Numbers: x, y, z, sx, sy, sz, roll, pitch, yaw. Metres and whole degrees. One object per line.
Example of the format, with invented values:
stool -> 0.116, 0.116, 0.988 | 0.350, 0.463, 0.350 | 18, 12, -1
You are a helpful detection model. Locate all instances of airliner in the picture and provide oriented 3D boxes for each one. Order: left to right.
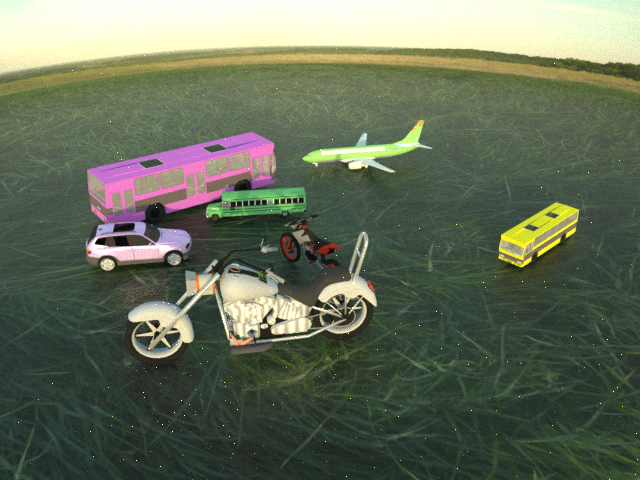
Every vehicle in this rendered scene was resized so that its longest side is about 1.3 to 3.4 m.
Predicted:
airliner -> 0.896, -1.937, 14.072 | 2.541, 0.835, 2.257 | -5, 28, -9

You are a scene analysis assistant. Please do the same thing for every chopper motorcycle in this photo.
chopper motorcycle -> -0.805, 0.691, 8.346 | 3.040, 1.480, 0.906 | -5, 28, -9

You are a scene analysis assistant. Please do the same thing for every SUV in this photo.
SUV -> -2.729, 0.041, 10.561 | 1.572, 0.580, 0.656 | -5, 28, -9

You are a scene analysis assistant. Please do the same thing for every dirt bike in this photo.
dirt bike -> -0.129, 0.131, 10.089 | 0.527, 0.857, 1.493 | -21, 34, -34

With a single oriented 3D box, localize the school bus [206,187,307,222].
school bus -> -1.094, -0.621, 11.985 | 1.708, 0.434, 0.365 | -4, 28, -7

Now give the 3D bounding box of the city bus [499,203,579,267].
city bus -> 3.426, -0.083, 10.928 | 1.674, 0.460, 0.476 | -25, 36, -39

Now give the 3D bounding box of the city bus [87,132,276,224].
city bus -> -2.346, -1.071, 12.351 | 3.255, 0.894, 0.926 | -19, 33, -32
